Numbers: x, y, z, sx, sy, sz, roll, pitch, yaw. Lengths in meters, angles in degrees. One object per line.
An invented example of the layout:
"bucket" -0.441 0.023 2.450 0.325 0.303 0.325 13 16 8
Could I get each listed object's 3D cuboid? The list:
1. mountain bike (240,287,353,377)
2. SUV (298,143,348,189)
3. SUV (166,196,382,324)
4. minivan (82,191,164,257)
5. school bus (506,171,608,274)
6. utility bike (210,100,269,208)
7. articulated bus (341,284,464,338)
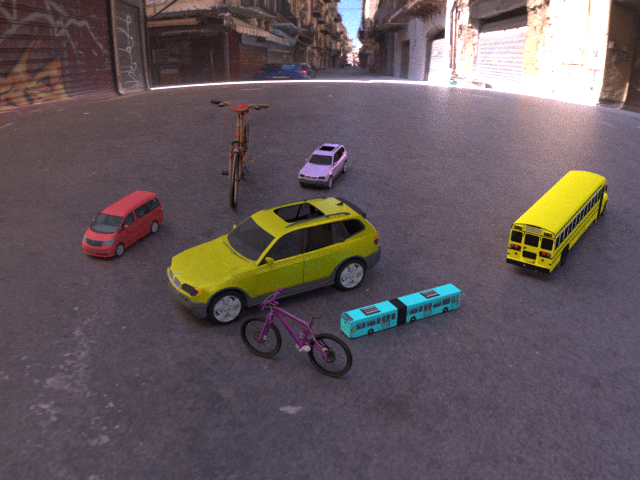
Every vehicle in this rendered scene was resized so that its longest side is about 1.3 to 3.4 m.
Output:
"mountain bike" -0.298 1.100 8.160 1.469 0.868 0.573 12 28 23
"SUV" 0.081 -1.515 14.021 0.656 0.580 1.572 8 27 17
"SUV" -0.615 0.172 9.817 3.058 1.128 1.276 -13 28 -26
"minivan" -3.191 -0.269 11.347 0.681 0.616 1.548 10 27 20
"school bus" 3.966 -0.400 11.356 0.709 0.844 3.322 16 30 31
"utility bike" -1.445 -1.817 13.188 1.039 1.839 2.791 -1 25 -1
"articulated bus" 1.096 0.922 9.213 1.749 0.289 0.311 -12 28 -24
